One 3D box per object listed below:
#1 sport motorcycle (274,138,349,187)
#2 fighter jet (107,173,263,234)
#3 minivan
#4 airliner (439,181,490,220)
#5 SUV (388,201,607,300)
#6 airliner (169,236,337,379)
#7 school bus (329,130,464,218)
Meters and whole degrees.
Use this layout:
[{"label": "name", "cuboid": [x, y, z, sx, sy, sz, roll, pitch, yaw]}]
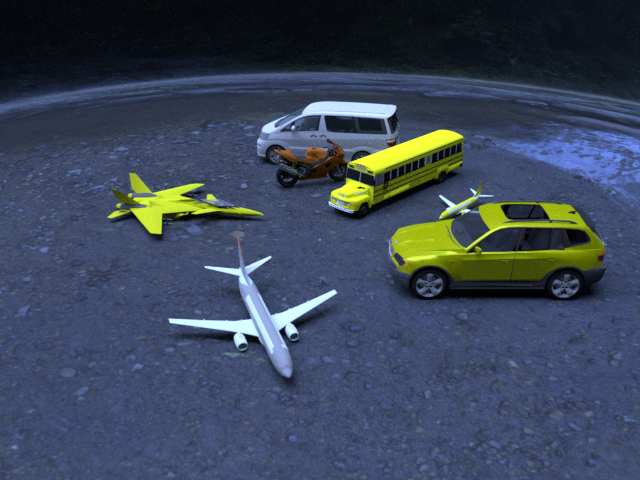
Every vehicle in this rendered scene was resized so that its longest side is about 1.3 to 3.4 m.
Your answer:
[{"label": "sport motorcycle", "cuboid": [-0.147, -1.479, 13.595, 1.520, 0.821, 0.506, -8, 27, -16]}, {"label": "fighter jet", "cuboid": [-2.281, -0.697, 12.304, 2.640, 0.557, 2.229, 5, 27, 9]}, {"label": "minivan", "cuboid": [0.165, -2.261, 14.758, 3.011, 1.197, 1.324, 5, 27, 11]}, {"label": "airliner", "cuboid": [2.519, -0.678, 12.411, 1.161, 0.429, 1.307, 24, 35, 39]}, {"label": "SUV", "cuboid": [2.514, 0.079, 10.081, 3.058, 1.128, 1.276, 0, 26, 1]}, {"label": "airliner", "cuboid": [-0.757, 0.819, 8.909, 2.257, 0.835, 2.541, -9, 27, -17]}, {"label": "school bus", "cuboid": [1.492, -1.301, 13.208, 0.709, 0.844, 3.322, 23, 35, 39]}]
